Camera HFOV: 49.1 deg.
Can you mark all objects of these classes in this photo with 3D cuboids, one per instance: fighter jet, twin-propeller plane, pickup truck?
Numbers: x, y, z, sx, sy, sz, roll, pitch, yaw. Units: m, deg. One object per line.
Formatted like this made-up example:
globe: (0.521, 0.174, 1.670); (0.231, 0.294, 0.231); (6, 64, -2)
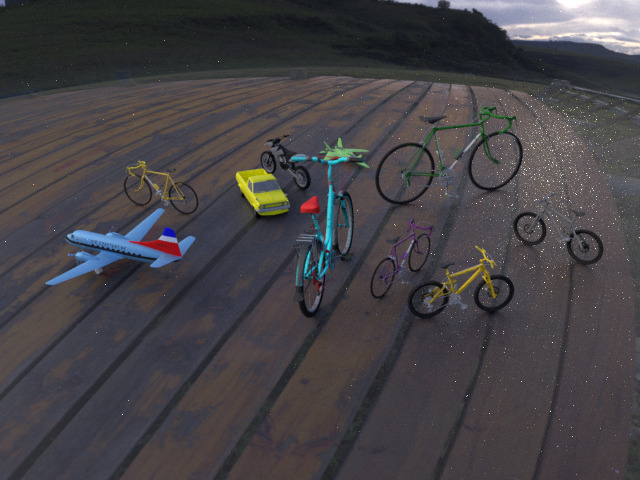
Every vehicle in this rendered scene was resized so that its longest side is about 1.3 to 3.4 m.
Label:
fighter jet: (0.611, -1.773, 14.487); (1.147, 0.286, 1.358); (-17, 32, -30)
twin-propeller plane: (-2.959, 0.024, 10.404); (2.129, 0.792, 2.663); (11, 29, 20)
pickup truck: (-1.048, -0.921, 12.567); (0.640, 0.511, 1.603); (-9, 29, -18)

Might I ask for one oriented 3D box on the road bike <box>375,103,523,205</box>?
road bike: (2.369, -1.525, 12.492); (3.004, 1.656, 0.696); (-9, 28, -18)

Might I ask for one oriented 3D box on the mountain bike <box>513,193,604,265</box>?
mountain bike: (3.643, -0.176, 10.711); (1.469, 0.868, 0.573); (23, 35, 38)

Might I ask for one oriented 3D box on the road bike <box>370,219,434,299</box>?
road bike: (1.167, 0.244, 9.906); (0.358, 0.852, 1.545); (20, 33, 34)

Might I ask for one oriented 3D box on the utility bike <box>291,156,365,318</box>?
utility bike: (0.005, -0.203, 9.696); (1.039, 1.839, 2.791); (8, 28, 14)

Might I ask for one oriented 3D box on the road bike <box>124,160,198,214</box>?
road bike: (-2.791, -0.916, 12.181); (1.545, 0.852, 0.358); (11, 29, 21)

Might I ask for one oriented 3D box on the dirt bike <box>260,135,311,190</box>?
dirt bike: (-0.683, -1.511, 13.343); (0.527, 0.857, 1.493); (-22, 34, -36)

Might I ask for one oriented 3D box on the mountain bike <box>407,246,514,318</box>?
mountain bike: (1.867, 0.609, 9.172); (1.469, 0.868, 0.573); (-4, 27, -9)
